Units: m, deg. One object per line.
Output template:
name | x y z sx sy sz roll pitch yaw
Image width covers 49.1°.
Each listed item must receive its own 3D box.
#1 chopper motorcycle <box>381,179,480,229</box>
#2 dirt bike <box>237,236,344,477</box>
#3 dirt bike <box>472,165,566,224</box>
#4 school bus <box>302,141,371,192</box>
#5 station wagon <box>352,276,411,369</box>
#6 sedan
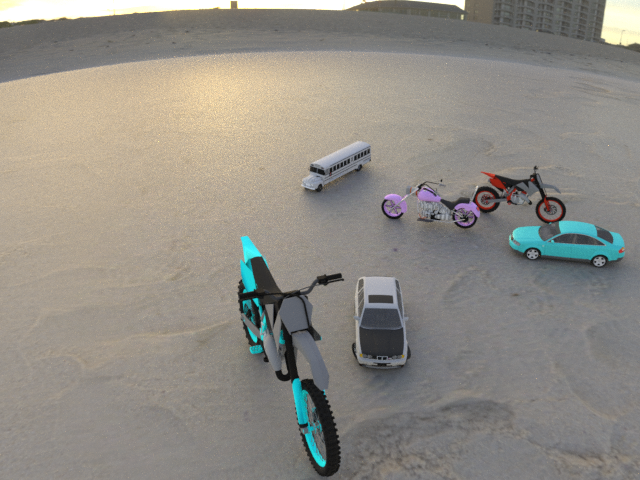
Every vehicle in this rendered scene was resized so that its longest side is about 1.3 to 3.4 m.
chopper motorcycle | 1.746 -0.604 11.055 1.563 0.761 0.466 10 30 18
dirt bike | -0.386 0.987 7.208 1.024 1.666 2.903 -11 31 -19
dirt bike | 3.191 -0.736 11.195 1.493 0.857 0.527 12 31 21
school bus | 0.308 -1.350 12.756 0.365 0.434 1.708 21 35 33
station wagon | 0.733 0.934 8.547 0.682 0.473 1.597 1 29 2
sedan | 3.606 -0.001 10.242 1.613 0.483 0.635 6 29 11
